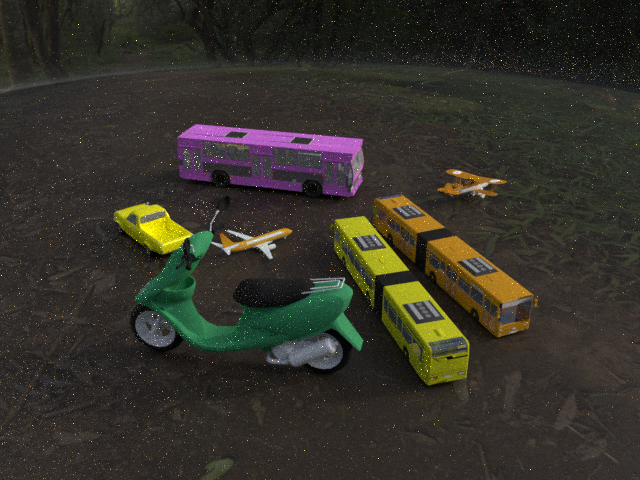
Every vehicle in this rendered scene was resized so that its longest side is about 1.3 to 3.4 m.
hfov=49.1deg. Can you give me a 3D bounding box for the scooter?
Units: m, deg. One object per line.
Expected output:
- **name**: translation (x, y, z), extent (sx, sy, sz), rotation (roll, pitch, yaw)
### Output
- **scooter**: translation (-0.873, 0.589, 7.637), extent (2.721, 1.786, 1.288), rotation (6, 27, 11)

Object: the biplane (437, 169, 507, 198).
- **biplane**: translation (2.533, -0.926, 12.040), extent (1.090, 0.504, 1.336), rotation (-17, 31, -29)

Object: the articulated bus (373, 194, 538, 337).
- **articulated bus**: translation (1.697, 0.228, 9.702), extent (0.605, 0.561, 3.401), rotation (-11, 29, -20)

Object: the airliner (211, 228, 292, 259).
- **airliner**: translation (-0.943, -0.066, 10.428), extent (1.307, 0.429, 1.161), rotation (-20, 33, -34)

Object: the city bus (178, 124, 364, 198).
- **city bus**: translation (-0.890, -1.406, 12.554), extent (3.255, 0.894, 0.926), rotation (7, 28, 14)

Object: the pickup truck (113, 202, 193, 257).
- **pickup truck**: translation (-2.544, -0.211, 10.623), extent (0.640, 0.511, 1.603), rotation (-21, 33, -35)

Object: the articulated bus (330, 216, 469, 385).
- **articulated bus**: translation (0.901, 0.615, 8.940), extent (0.605, 0.561, 3.401), rotation (-8, 28, -15)
